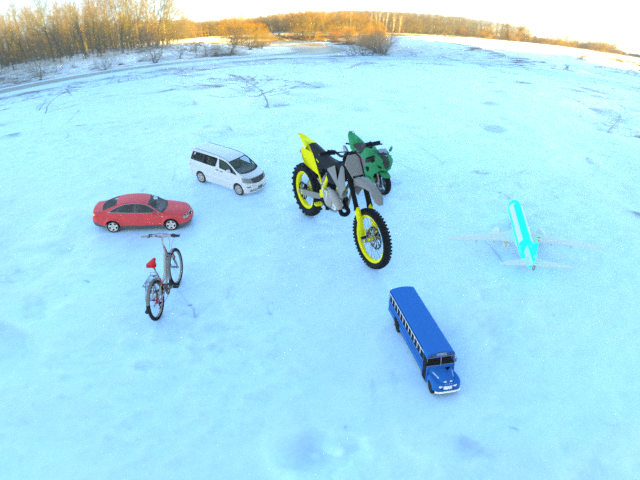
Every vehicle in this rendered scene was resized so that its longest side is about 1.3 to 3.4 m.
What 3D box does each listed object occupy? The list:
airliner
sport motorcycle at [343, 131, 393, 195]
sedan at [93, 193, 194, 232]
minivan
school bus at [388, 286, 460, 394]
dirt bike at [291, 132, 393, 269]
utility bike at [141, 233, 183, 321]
[{"bbox_3d":[3.110,-0.249,10.665,2.257,0.835,2.541,3,29,6],"label":"airliner"},{"bbox_3d":[0.893,-1.422,12.825,0.506,0.821,1.520,-13,31,-23],"label":"sport motorcycle"},{"bbox_3d":[-2.896,-0.486,11.464,1.613,0.483,0.635,-2,29,-4],"label":"sedan"},{"bbox_3d":[-1.691,-1.326,12.862,1.548,0.616,0.681,19,34,31],"label":"minivan"},{"bbox_3d":[1.247,1.184,8.462,0.365,0.434,1.708,-6,29,-11],"label":"school bus"},{"bbox_3d":[0.284,-0.761,10.734,1.024,1.666,2.903,-15,32,-25],"label":"dirt bike"},{"bbox_3d":[-2.140,0.411,9.342,0.535,0.946,1.435,3,29,6],"label":"utility bike"}]
